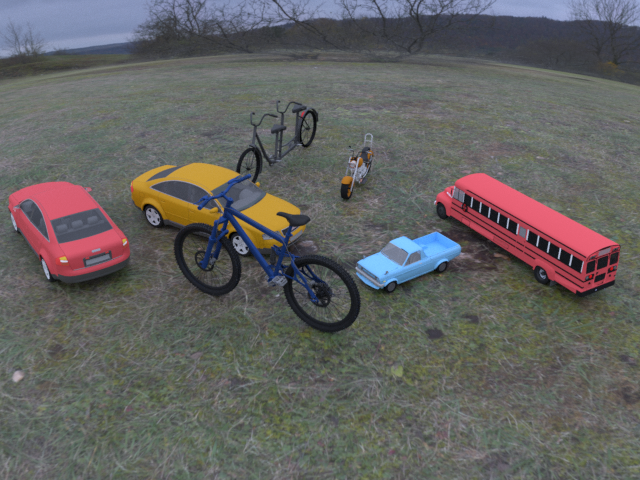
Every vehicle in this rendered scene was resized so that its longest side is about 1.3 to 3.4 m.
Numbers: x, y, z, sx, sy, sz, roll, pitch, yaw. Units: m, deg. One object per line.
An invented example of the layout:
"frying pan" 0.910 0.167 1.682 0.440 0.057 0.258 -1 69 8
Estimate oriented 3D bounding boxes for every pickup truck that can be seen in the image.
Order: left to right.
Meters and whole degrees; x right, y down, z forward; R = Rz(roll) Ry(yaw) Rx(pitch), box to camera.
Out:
"pickup truck" 1.301 0.248 10.196 1.603 0.511 0.640 -18 34 -29

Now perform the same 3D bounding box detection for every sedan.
"sedan" -3.953 -0.328 10.788 1.235 0.940 3.137 -19 34 -30
"sedan" -1.681 -0.627 11.324 3.137 0.940 1.235 17 33 28

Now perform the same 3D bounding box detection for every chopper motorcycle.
"chopper motorcycle" 0.683 -1.357 12.815 0.466 0.761 1.563 10 31 18

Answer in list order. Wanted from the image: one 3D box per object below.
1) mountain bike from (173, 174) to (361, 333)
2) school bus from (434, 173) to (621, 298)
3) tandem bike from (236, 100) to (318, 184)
"mountain bike" -0.762 0.210 9.057 2.857 1.688 1.114 15 32 25
"school bus" 2.985 -0.226 10.704 0.709 0.844 3.322 -15 33 -25
"tandem bike" -0.757 -2.045 13.470 0.550 1.326 3.192 13 32 23
